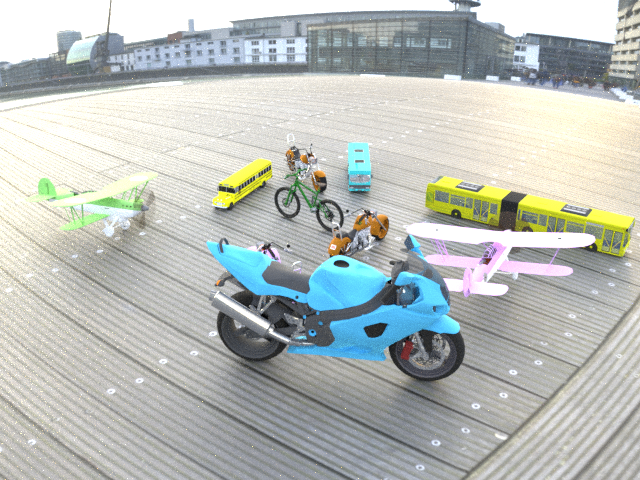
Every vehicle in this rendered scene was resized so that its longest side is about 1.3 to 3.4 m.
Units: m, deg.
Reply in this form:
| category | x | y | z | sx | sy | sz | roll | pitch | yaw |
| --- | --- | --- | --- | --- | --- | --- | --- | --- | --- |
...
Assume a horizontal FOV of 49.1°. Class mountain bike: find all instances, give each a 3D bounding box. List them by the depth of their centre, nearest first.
| category | x | y | z | sx | sy | sz | roll | pitch | yaw |
| --- | --- | --- | --- | --- | --- | --- | --- | --- | --- |
| mountain bike | -0.200 | -0.664 | 11.720 | 1.469 | 0.868 | 0.573 | 19 | 32 | 33 |

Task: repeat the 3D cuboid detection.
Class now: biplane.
| category | x | y | z | sx | sy | sz | roll | pitch | yaw |
| --- | --- | --- | --- | --- | --- | --- | --- | --- | --- |
| biplane | 2.288 | 0.287 | 9.641 | 2.598 | 0.981 | 2.120 | 14 | 29 | 26 |
| biplane | -3.720 | -0.632 | 11.527 | 2.120 | 0.981 | 2.598 | 8 | 27 | 17 |

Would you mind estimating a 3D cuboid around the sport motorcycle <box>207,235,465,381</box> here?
| category | x | y | z | sx | sy | sz | roll | pitch | yaw |
| --- | --- | --- | --- | --- | --- | --- | --- | --- | --- |
| sport motorcycle | 0.171 | 0.786 | 7.916 | 2.955 | 1.596 | 0.983 | 5 | 26 | 11 |

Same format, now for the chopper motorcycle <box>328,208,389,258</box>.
| category | x | y | z | sx | sy | sz | roll | pitch | yaw |
| --- | --- | --- | --- | --- | --- | --- | --- | --- | --- |
| chopper motorcycle | 0.630 | -0.158 | 10.804 | 0.466 | 0.761 | 1.563 | 17 | 31 | 31 |

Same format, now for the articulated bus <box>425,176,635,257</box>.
| category | x | y | z | sx | sy | sz | roll | pitch | yaw |
| --- | --- | --- | --- | --- | --- | --- | --- | --- | --- |
| articulated bus | 3.388 | -0.439 | 11.610 | 3.401 | 0.561 | 0.605 | 16 | 30 | 30 |

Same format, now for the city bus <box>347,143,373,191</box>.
| category | x | y | z | sx | sy | sz | roll | pitch | yaw |
| --- | --- | --- | --- | --- | --- | --- | --- | --- | --- |
| city bus | 0.762 | -1.433 | 13.762 | 0.476 | 0.460 | 1.674 | 1 | 26 | 1 |

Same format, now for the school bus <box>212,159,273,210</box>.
| category | x | y | z | sx | sy | sz | roll | pitch | yaw |
| --- | --- | --- | --- | --- | --- | --- | --- | --- | --- |
| school bus | -1.432 | -1.040 | 12.986 | 0.365 | 0.434 | 1.708 | 11 | 28 | 22 |

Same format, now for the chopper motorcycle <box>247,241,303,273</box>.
| category | x | y | z | sx | sy | sz | roll | pitch | yaw |
| --- | --- | --- | --- | --- | --- | --- | --- | --- | --- |
| chopper motorcycle | -0.648 | 0.359 | 9.743 | 0.466 | 0.761 | 1.563 | -15 | 30 | -28 |

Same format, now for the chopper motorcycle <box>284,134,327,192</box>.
| category | x | y | z | sx | sy | sz | roll | pitch | yaw |
| --- | --- | --- | --- | --- | --- | --- | --- | --- | --- |
| chopper motorcycle | -0.279 | -1.497 | 13.550 | 0.466 | 0.761 | 1.563 | -13 | 29 | -24 |
